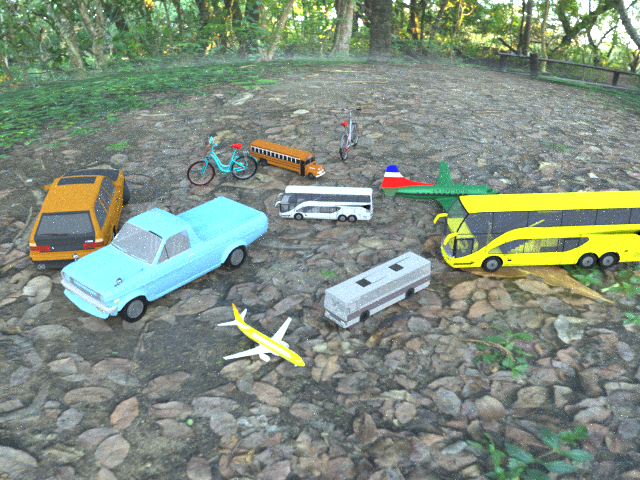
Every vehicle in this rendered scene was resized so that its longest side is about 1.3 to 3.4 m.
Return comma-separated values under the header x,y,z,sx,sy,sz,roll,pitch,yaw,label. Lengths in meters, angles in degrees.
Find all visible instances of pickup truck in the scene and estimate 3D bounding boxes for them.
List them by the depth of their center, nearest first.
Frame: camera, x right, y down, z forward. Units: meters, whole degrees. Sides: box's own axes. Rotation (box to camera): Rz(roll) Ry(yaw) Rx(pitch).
x,y,z,sx,sy,sz,roll,pitch,yaw,label
-2.190,0.093,10.275,1.244,0.993,3.117,22,35,35,pickup truck

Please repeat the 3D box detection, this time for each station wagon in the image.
x,y,z,sx,sy,sz,roll,pitch,yaw,label
-3.956,-0.601,11.646,1.327,0.920,3.105,-4,28,-7,station wagon

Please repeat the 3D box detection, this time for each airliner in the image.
x,y,z,sx,sy,sz,roll,pitch,yaw,label
-0.673,1.205,8.796,1.307,0.429,1.161,23,36,36,airliner

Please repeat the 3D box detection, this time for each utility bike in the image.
x,y,z,sx,sy,sz,roll,pitch,yaw,label
-1.817,-1.494,13.286,1.435,0.946,0.535,-10,30,-18,utility bike
0.566,-2.278,14.747,0.535,0.946,1.435,8,29,15,utility bike

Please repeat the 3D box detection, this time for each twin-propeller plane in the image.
x,y,z,sx,sy,sz,roll,pitch,yaw,label
2.152,-0.948,12.430,2.129,0.792,2.663,1,28,2,twin-propeller plane

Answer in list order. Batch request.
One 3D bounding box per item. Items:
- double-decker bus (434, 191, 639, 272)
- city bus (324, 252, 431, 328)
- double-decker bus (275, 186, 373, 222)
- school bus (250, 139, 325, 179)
x,y,z,sx,sy,sz,roll,pitch,yaw,label
3.410,-0.149,10.664,3.251,1.052,0.756,-2,28,-3,double-decker bus
0.821,0.686,9.732,1.674,0.460,0.476,-22,35,-35,city bus
0.077,-0.634,12.110,1.672,0.541,0.389,2,28,4,double-decker bus
-0.655,-1.629,14.079,1.708,0.434,0.365,19,33,31,school bus
